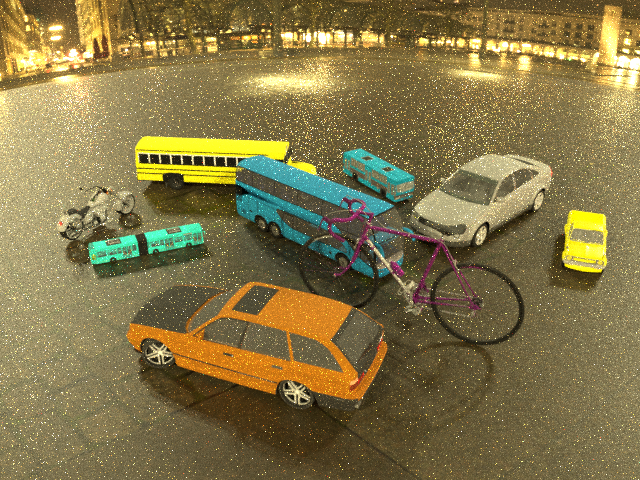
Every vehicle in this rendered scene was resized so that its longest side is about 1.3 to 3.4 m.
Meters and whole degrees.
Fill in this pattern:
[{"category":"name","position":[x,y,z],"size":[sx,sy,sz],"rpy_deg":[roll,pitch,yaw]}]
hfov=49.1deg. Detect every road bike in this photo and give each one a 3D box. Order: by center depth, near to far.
[{"category":"road bike","position":[1.073,0.390,8.791],"size":[3.004,1.656,0.696],"rpy_deg":[13,31,22]}]

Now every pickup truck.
[{"category":"pickup truck","position":[4.105,-0.045,10.807],"size":[0.640,0.511,1.603],"rpy_deg":[10,30,17]}]

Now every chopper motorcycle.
[{"category":"chopper motorcycle","position":[-3.661,-0.556,11.490],"size":[0.466,0.761,1.563],"rpy_deg":[16,32,27]}]

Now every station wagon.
[{"category":"station wagon","position":[-0.804,1.065,8.314],"size":[3.105,0.920,1.327],"rpy_deg":[11,30,20]}]

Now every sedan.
[{"category":"sedan","position":[2.757,-0.803,11.762],"size":[1.235,0.940,3.137],"rpy_deg":[25,37,38]}]

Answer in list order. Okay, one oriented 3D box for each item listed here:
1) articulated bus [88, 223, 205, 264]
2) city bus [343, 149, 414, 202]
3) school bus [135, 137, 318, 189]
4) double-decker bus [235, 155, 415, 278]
[{"category":"articulated bus","position":[-2.668,0.051,10.863],"size":[1.749,0.289,0.311],"rpy_deg":[-12,30,-21]},{"category":"city bus","position":[1.061,-1.200,13.004],"size":[0.476,0.460,1.674],"rpy_deg":[-17,33,-28]},{"category":"school bus","position":[-1.705,-1.402,12.973],"size":[3.322,0.844,0.709],"rpy_deg":[3,28,6]},{"category":"double-decker bus","position":[-0.050,-0.397,10.889],"size":[3.251,1.052,0.756],"rpy_deg":[24,37,37]}]
